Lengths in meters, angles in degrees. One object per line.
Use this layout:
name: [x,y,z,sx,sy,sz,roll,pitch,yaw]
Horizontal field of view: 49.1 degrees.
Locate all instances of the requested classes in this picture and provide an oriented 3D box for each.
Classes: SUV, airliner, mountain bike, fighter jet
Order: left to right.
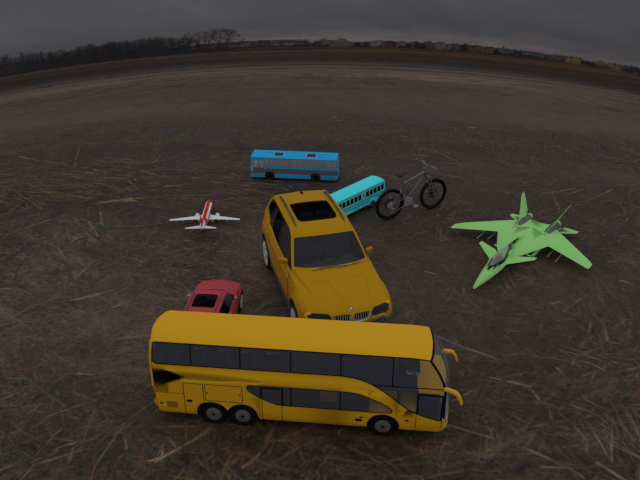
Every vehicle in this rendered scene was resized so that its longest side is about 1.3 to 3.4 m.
airliner: [-1.918,-0.490,11.716,1.161,0.429,1.307,-1,28,-1]
SUV: [-1.397,0.902,8.894,0.656,0.580,1.572,2,28,4]
SUV: [-0.004,0.229,9.589,1.276,1.128,3.058,-7,28,-13]
mountain bike: [1.572,-0.839,11.909,1.469,0.868,0.573,-15,31,-26]
fighter jet: [2.928,0.031,10.584,2.229,0.557,2.640,19,33,32]

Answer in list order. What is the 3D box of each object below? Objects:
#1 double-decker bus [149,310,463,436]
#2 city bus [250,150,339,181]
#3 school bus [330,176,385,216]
double-decker bus: [-0.156,1.399,7.437,3.251,1.052,0.756,3,28,5]
city bus: [-0.480,-1.423,13.465,1.674,0.460,0.476,3,28,6]
school bus: [0.469,-0.651,12.019,0.365,0.434,1.708,23,35,36]
